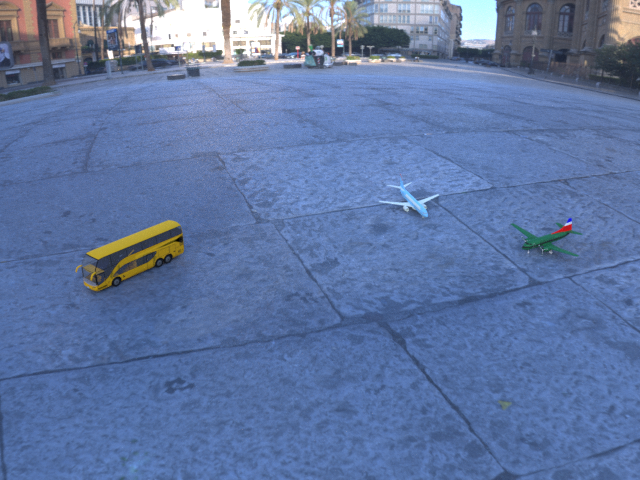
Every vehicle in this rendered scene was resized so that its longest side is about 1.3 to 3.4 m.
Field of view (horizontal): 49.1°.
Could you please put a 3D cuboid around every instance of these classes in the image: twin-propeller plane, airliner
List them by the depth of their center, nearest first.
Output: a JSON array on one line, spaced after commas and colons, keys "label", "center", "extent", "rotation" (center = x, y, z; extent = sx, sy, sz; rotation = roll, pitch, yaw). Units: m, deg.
[{"label": "twin-propeller plane", "center": [3.576, -0.062, 10.985], "extent": [1.095, 0.407, 1.370], "rotation": [-15, 29, -28]}, {"label": "airliner", "center": [1.647, -0.782, 12.443], "extent": [1.161, 0.429, 1.307], "rotation": [-7, 27, -14]}]

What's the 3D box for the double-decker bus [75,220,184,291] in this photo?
[{"label": "double-decker bus", "center": [-2.731, 0.225, 10.240], "extent": [0.389, 0.541, 1.672], "rotation": [20, 32, 35]}]
